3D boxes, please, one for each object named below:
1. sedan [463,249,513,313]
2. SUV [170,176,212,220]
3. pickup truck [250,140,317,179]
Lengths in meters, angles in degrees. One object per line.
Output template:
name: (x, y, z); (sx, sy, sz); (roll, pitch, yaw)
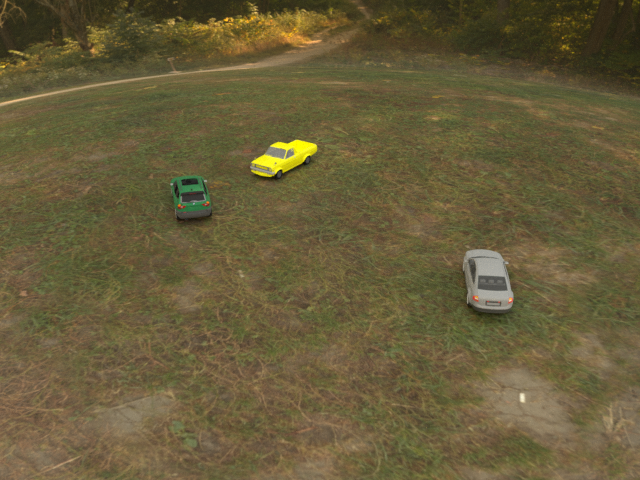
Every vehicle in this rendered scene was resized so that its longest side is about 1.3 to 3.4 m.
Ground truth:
sedan: (2.401, 0.501, 10.050); (0.635, 0.483, 1.613); (3, 28, 6)
SUV: (-2.332, -0.860, 12.572); (0.656, 0.580, 1.572); (-7, 28, -13)
pickup truck: (-0.723, -1.722, 14.311); (0.640, 0.511, 1.603); (18, 32, 30)
